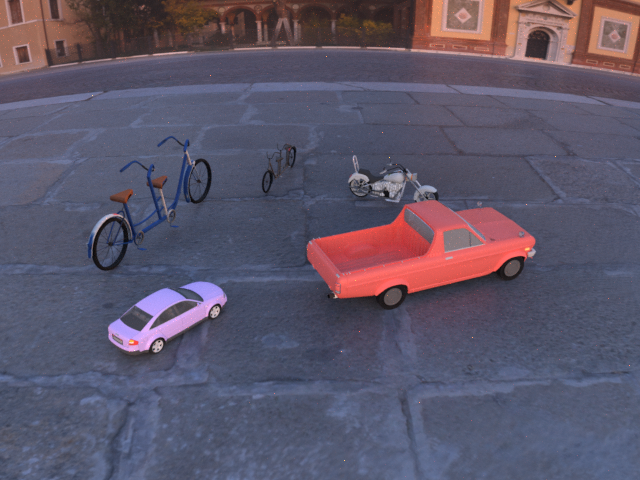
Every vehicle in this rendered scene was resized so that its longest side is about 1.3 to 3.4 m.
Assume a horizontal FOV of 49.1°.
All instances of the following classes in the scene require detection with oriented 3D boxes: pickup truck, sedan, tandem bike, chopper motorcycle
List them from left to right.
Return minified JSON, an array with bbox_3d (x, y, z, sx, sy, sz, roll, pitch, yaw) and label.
[{"bbox_3d":[-2.518,-0.689,10.679,0.550,1.326,3.192,12,31,20],"label":"tandem bike"},{"bbox_3d":[-1.860,0.880,8.698,0.635,0.483,1.613,22,36,34],"label":"sedan"},{"bbox_3d":[-0.725,-1.421,12.680,0.283,0.682,1.642,9,30,16],"label":"tandem bike"},{"bbox_3d":[1.227,-0.969,11.776,1.563,0.761,0.466,10,30,18],"label":"chopper motorcycle"},{"bbox_3d":[1.416,0.079,9.628,3.117,0.993,1.244,-11,31,-20],"label":"pickup truck"}]
